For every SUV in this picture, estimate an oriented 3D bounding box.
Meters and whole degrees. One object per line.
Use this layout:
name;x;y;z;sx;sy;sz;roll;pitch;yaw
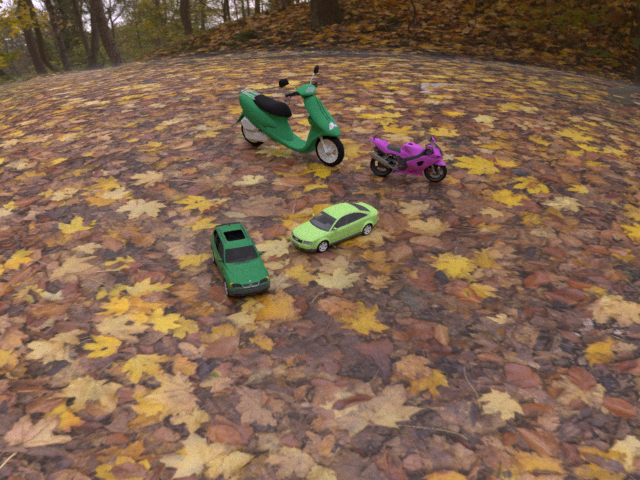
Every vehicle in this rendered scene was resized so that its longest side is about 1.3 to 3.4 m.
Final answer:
SUV;-1.212;0.255;10.379;0.656;0.580;1.572;-10;31;-16

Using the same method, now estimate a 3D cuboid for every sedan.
sedan;0.246;-0.267;11.409;1.613;0.483;0.635;-21;35;-32

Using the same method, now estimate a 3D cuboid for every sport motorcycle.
sport motorcycle;1.675;-1.546;13.343;1.520;0.821;0.506;8;30;14

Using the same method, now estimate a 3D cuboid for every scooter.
scooter;-0.648;-2.563;14.167;2.721;1.786;1.288;19;34;30
